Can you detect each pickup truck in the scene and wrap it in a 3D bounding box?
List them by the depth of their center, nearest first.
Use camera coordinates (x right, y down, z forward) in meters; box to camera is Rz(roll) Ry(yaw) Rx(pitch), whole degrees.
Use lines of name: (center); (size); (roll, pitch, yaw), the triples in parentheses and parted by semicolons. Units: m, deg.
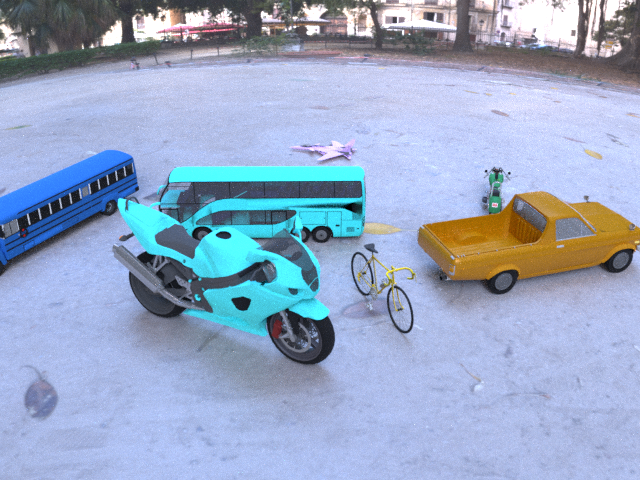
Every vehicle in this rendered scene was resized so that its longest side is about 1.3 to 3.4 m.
pickup truck: (2.973, -0.073, 9.822); (3.117, 0.993, 1.244); (-8, 29, -16)

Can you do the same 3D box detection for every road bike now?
road bike: (0.763, 0.533, 8.817); (0.358, 0.852, 1.545); (-13, 30, -23)

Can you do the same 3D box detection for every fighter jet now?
fighter jet: (0.028, -1.878, 14.030); (1.358, 0.286, 1.147); (7, 28, 13)

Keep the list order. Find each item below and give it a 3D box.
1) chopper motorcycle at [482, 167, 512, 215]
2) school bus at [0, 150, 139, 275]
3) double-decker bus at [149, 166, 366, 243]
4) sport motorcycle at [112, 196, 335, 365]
chopper motorcycle: (2.913, -0.881, 11.615); (0.466, 0.761, 1.563); (6, 28, 12)
school bus: (-4.151, -0.470, 10.741); (0.709, 0.844, 3.322); (13, 30, 24)
double-decker bus: (-0.927, -0.562, 10.693); (3.251, 1.052, 0.756); (0, 28, -1)
sport motorcycle: (-1.141, 0.452, 8.169); (2.955, 1.596, 0.983); (14, 31, 25)
